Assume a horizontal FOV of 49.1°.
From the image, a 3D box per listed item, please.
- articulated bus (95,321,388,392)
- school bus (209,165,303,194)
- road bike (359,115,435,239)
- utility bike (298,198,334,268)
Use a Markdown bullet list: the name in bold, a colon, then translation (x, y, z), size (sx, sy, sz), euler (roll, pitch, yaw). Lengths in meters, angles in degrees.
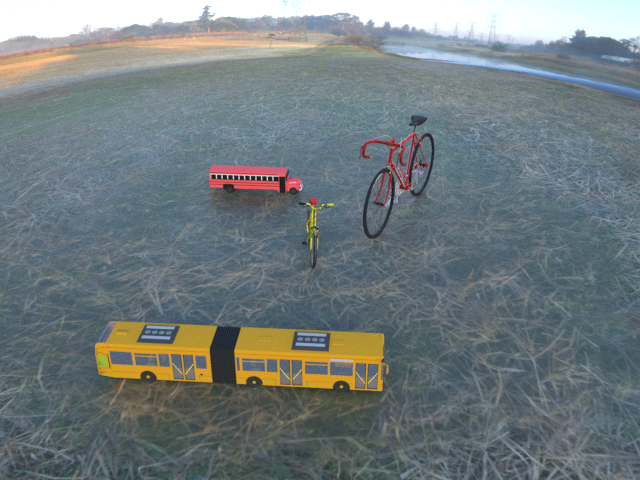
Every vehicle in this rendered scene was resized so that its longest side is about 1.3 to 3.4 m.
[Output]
- **articulated bus**: translation (-0.908, 1.368, 8.273), size (3.401, 0.561, 0.605), euler (2, 29, 4)
- **school bus**: translation (-1.180, -1.128, 12.975), size (1.708, 0.434, 0.365), euler (2, 29, 4)
- **road bike**: translation (1.396, -1.184, 11.803), size (0.696, 1.656, 3.004), euler (15, 32, 25)
- **utility bike**: translation (-0.074, -0.237, 10.811), size (0.535, 0.946, 1.435), euler (-2, 29, -4)
